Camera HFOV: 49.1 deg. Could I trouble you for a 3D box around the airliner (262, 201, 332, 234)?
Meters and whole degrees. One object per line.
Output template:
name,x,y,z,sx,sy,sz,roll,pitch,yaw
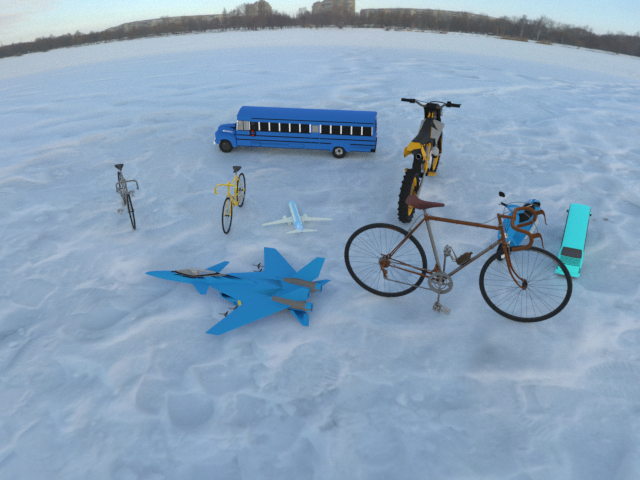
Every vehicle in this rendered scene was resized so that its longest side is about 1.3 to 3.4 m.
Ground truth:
airliner,-0.394,-0.448,11.523,1.161,0.429,1.307,-5,30,-9

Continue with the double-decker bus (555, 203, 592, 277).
double-decker bus,3.890,-0.040,10.705,0.389,0.541,1.672,12,32,19

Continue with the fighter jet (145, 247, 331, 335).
fighter jet,-1.262,0.507,9.740,2.640,0.557,2.229,8,31,14

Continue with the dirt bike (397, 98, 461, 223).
dirt bike,1.792,-1.525,12.151,1.024,1.666,2.903,10,32,17

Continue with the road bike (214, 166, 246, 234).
road bike,-1.427,-0.736,11.600,0.358,0.852,1.545,4,30,7

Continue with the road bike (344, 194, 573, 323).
road bike,1.760,0.218,9.142,3.004,1.656,0.697,10,31,16

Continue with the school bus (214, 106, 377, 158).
school bus,-0.509,-2.211,14.162,3.322,0.844,0.709,4,30,6

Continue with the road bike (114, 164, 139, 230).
road bike,-3.253,-0.788,11.690,0.358,0.852,1.545,-12,32,-20

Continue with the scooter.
scooter,3.076,-0.311,10.795,0.662,0.919,1.399,21,36,32
